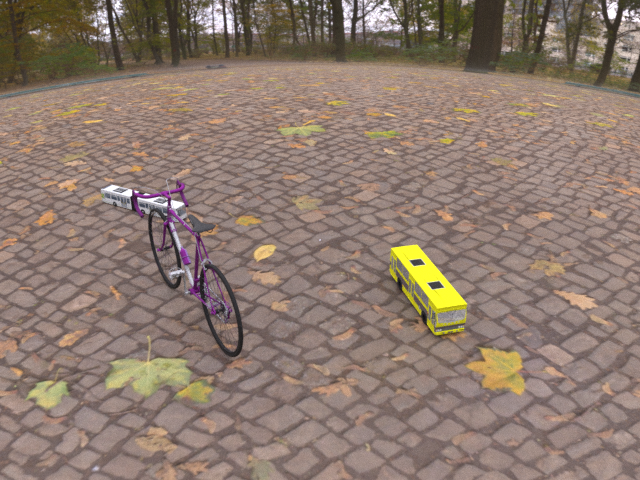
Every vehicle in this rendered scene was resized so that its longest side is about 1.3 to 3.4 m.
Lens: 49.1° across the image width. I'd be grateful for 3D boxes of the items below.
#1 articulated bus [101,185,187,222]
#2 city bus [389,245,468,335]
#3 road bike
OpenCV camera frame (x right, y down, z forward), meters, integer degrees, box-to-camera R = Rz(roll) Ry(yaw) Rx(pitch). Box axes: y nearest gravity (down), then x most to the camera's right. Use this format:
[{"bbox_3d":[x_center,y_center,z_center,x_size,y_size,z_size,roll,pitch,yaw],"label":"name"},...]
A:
[{"bbox_3d":[-3.074,-0.645,12.174,1.749,0.289,0.311,14,31,26],"label":"articulated bus"},{"bbox_3d":[1.427,0.657,9.488,0.476,0.460,1.674,-7,28,-14],"label":"city bus"},{"bbox_3d":[-1.680,0.262,8.951,0.696,1.656,3.004,-16,32,-28],"label":"road bike"}]
